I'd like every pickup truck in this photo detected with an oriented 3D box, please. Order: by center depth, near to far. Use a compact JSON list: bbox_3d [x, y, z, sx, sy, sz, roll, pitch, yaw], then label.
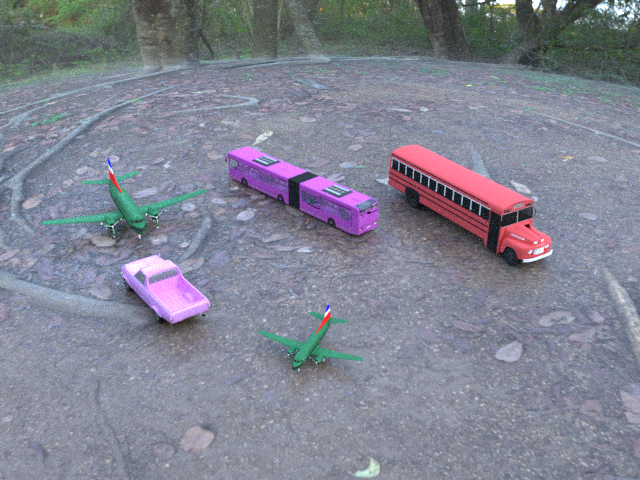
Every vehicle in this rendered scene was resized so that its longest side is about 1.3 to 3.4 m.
[{"bbox_3d":[-2.097,0.606,9.356,0.640,0.511,1.603,-20,34,-32],"label":"pickup truck"}]

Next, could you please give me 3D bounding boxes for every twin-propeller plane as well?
[{"bbox_3d":[-0.088,1.183,8.390,1.370,0.407,1.095,12,30,21],"label":"twin-propeller plane"},{"bbox_3d":[-3.201,-0.680,11.457,2.663,0.792,2.129,-14,31,-24],"label":"twin-propeller plane"}]

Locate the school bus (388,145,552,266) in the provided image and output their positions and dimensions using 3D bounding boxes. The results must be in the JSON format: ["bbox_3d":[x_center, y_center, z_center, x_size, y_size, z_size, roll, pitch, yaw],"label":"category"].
[{"bbox_3d":[2.355,-0.633,11.314,0.709,0.844,3.322,-16,32,-27],"label":"school bus"}]

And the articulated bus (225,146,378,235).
[{"bbox_3d":[-0.402,-0.909,12.127,0.605,0.561,3.401,-24,37,-37],"label":"articulated bus"}]
